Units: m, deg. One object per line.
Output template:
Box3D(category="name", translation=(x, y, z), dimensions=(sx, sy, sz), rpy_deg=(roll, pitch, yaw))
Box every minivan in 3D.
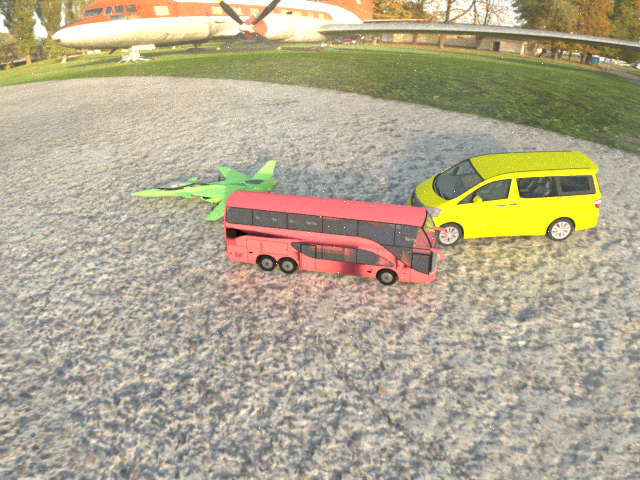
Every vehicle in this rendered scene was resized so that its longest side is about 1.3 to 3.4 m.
Box3D(category="minivan", translation=(2.946, -0.726, 11.373), dimensions=(3.011, 1.197, 1.324), rpy_deg=(-3, 29, -5))

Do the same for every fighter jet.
Box3D(category="fighter jet", translation=(-2.068, -0.988, 12.498), dimensions=(2.640, 0.557, 2.229), rpy_deg=(-1, 29, -2))

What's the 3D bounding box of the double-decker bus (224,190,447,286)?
Box3D(category="double-decker bus", translation=(0.205, -0.041, 10.298), dimensions=(3.251, 1.052, 0.756), rpy_deg=(6, 30, 11))
